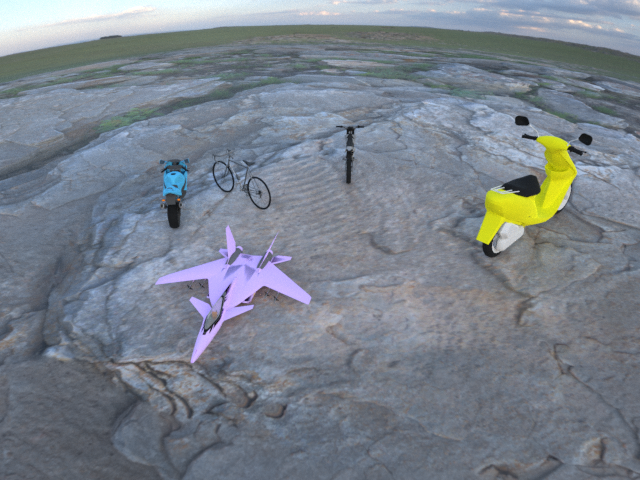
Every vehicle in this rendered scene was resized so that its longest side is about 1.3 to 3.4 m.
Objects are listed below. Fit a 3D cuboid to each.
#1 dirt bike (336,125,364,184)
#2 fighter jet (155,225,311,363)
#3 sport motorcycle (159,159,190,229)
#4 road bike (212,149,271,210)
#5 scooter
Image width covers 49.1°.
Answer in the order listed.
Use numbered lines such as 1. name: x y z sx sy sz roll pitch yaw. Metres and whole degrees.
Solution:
1. dirt bike: 0.556 -1.701 13.250 0.527 0.857 1.493 2 31 3
2. fighter jet: -1.266 0.688 9.496 2.229 0.557 2.640 6 31 11
3. sport motorcycle: -2.443 -0.824 11.799 0.506 0.821 1.520 -3 31 -5
4. road bike: -1.388 -1.077 12.198 1.545 0.852 0.358 26 39 36
5. scooter: 3.339 -0.868 10.924 1.288 1.786 2.721 26 40 37
